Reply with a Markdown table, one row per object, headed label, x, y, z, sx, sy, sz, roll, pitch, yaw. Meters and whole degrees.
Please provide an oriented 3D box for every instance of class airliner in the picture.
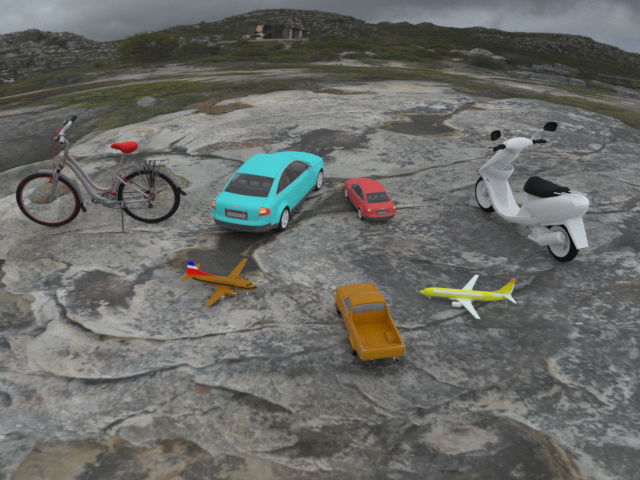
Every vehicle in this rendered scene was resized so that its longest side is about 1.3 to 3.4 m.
| label | x | y | z | sx | sy | sz | roll | pitch | yaw |
| --- | --- | --- | --- | --- | --- | --- | --- | --- | --- |
| airliner | 2.053 | 0.680 | 9.734 | 1.307 | 0.429 | 1.161 | 5 | 28 | 9 |

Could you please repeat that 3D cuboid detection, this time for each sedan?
| label | x | y | z | sx | sy | sz | roll | pitch | yaw |
| --- | --- | --- | --- | --- | --- | --- | --- | --- | --- |
| sedan | 0.874 | -0.813 | 12.540 | 0.635 | 0.483 | 1.613 | -6 | 28 | -12 |
| sedan | -0.836 | -1.060 | 12.519 | 1.235 | 0.940 | 3.137 | 9 | 29 | 17 |

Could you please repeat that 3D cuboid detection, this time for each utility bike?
| label | x | y | z | sx | sy | sz | roll | pitch | yaw |
| --- | --- | --- | --- | --- | --- | --- | --- | --- | --- |
| utility bike | -3.632 | -1.006 | 11.444 | 2.791 | 1.839 | 1.039 | -2 | 28 | -5 |

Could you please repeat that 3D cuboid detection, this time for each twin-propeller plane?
| label | x | y | z | sx | sy | sz | roll | pitch | yaw |
| --- | --- | --- | --- | --- | --- | --- | --- | --- | --- |
| twin-propeller plane | -1.415 | 0.546 | 10.015 | 1.095 | 0.407 | 1.370 | 8 | 29 | 15 |

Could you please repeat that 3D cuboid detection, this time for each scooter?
| label | x | y | z | sx | sy | sz | roll | pitch | yaw |
| --- | --- | --- | --- | --- | --- | --- | --- | --- | --- |
| scooter | 3.367 | -0.879 | 11.257 | 1.288 | 1.786 | 2.721 | -11 | 30 | -20 |

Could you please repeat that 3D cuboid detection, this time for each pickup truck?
| label | x | y | z | sx | sy | sz | roll | pitch | yaw |
| --- | --- | --- | --- | --- | --- | --- | --- | --- | --- |
| pickup truck | 0.618 | 0.996 | 9.040 | 0.640 | 0.511 | 1.603 | -5 | 28 | -9 |
